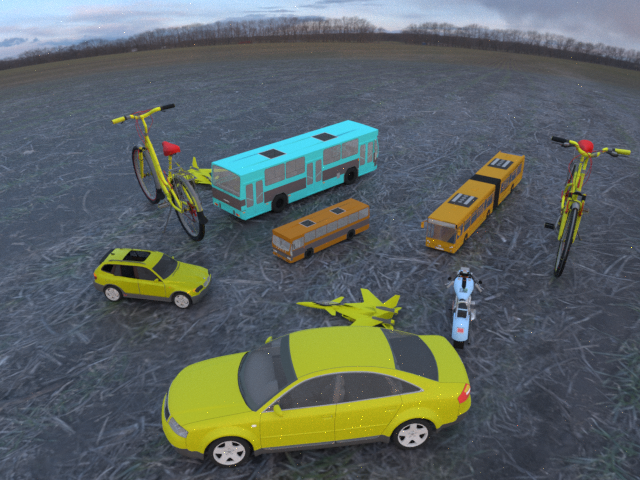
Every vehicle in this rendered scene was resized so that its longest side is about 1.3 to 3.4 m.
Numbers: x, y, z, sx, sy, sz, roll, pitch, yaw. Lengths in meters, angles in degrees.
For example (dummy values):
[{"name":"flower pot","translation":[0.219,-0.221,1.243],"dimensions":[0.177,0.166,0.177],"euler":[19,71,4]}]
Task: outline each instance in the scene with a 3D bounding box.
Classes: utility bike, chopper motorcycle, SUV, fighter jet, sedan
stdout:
[{"name":"utility bike","translation":[-2.547,-1.090,11.022],"dimensions":[1.039,1.839,2.791],"euler":[-18,33,-30]},{"name":"chopper motorcycle","translation":[1.787,0.713,8.755],"dimensions":[0.466,0.761,1.563],"euler":[6,28,11]},{"name":"SUV","translation":[-2.252,0.472,9.408],"dimensions":[1.572,0.580,0.656],"euler":[5,28,9]},{"name":"fighter jet","translation":[0.340,0.843,9.018],"dimensions":[1.358,0.286,1.147],"euler":[8,29,14]},{"name":"sedan","translation":[-0.034,1.468,7.132],"dimensions":[3.137,0.940,1.235],"euler":[-4,28,-7]},{"name":"fighter jet","translation":[-2.114,-1.172,12.844],"dimensions":[1.147,0.286,1.358],"euler":[-23,36,-37]},{"name":"utility bike","translation":[3.822,-0.698,10.277],"dimensions":[1.039,1.839,2.791],"euler":[9,29,17]}]

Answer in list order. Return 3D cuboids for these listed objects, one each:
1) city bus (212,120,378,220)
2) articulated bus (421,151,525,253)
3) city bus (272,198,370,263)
[{"name":"city bus","translation":[-0.350,-1.257,12.352],"dimensions":[3.255,0.894,0.926],"euler":[-24,36,-38]},{"name":"articulated bus","translation":[2.656,-0.718,11.686],"dimensions":[0.605,0.561,3.401],"euler":[16,32,28]},{"name":"city bus","translation":[0.037,-0.144,10.705],"dimensions":[1.674,0.460,0.476],"euler":[-24,36,-37]}]
